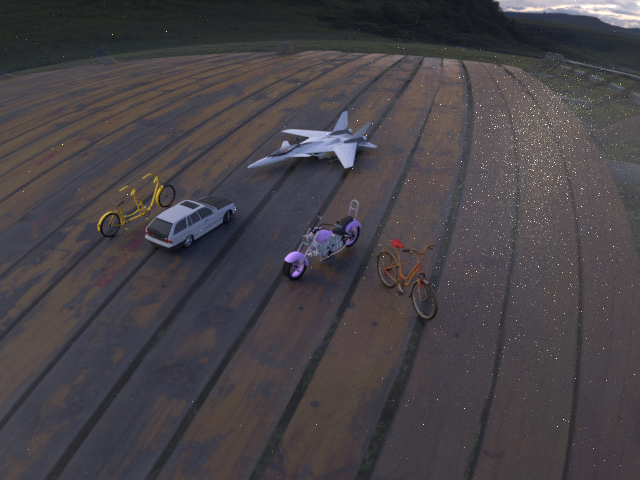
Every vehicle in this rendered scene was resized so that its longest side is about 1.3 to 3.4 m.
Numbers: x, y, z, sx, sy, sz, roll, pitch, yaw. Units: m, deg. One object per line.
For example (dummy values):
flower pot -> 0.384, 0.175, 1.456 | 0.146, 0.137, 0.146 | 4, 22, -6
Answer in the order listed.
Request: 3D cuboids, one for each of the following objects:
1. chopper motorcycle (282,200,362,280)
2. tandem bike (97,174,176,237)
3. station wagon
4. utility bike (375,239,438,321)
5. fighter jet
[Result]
chopper motorcycle -> 0.048, -0.011, 10.194 | 0.466, 0.761, 1.563 | 26, 39, 36
tandem bike -> -2.937, -0.598, 11.270 | 0.283, 0.682, 1.642 | 19, 36, 30
station wagon -> -2.015, -0.363, 11.078 | 0.682, 0.473, 1.597 | 19, 35, 29
utility bike -> 1.183, 0.395, 9.322 | 0.535, 0.946, 1.435 | -15, 34, -24
fighter jet -> -0.264, -1.868, 13.555 | 2.640, 0.557, 2.229 | -19, 36, -29
